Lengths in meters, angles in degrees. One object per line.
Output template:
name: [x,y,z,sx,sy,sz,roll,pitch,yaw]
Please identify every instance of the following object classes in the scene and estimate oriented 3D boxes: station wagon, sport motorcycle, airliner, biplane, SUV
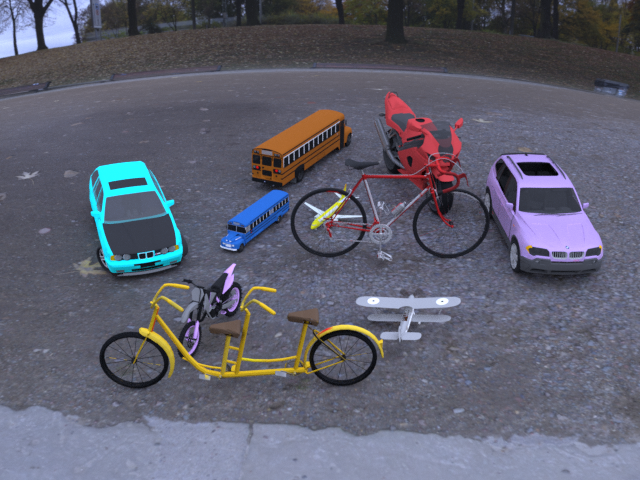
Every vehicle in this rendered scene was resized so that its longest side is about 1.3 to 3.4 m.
station wagon: [-3.033,-0.473,11.282,1.327,0.920,3.105,-10,29,-19]
sport motorcycle: [1.771,-1.644,12.827,0.983,1.596,2.955,-7,28,-14]
airliner: [0.169,-0.557,11.985,1.161,0.429,1.307,14,30,25]
biplane: [1.075,0.983,8.895,1.336,0.504,1.090,7,28,13]
SUV: [3.470,-0.498,11.103,1.276,1.128,3.058,0,27,0]

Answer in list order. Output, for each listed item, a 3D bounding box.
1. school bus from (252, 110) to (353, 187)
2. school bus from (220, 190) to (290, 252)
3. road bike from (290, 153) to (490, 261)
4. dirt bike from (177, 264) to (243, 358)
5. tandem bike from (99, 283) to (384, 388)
school bus: [-0.256,-1.949,14.250,0.709,0.844,3.322,13,30,23]
school bus: [-1.060,-0.325,11.527,0.365,0.434,1.708,13,30,23]
road bike: [1.054,-0.468,10.465,3.004,1.656,0.696,0,27,1]
dirt bike: [-1.369,0.831,8.804,0.527,0.857,1.493,11,29,20]
tandem bike: [-0.875,1.104,7.757,3.192,1.326,0.550,-1,27,-1]
